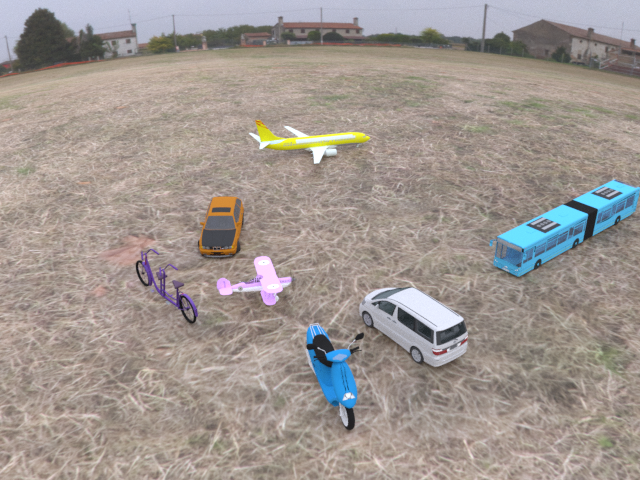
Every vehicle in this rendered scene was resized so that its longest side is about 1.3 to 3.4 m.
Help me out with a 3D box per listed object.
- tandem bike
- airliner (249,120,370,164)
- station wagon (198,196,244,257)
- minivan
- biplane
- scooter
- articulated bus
[{"bbox_3d":[-2.132,0.582,9.566,0.283,0.682,1.642,-22,36,-35],"label":"tandem bike"},{"bbox_3d":[-0.136,-2.208,14.552,2.541,0.835,2.257,-9,30,-16],"label":"airliner"},{"bbox_3d":[-1.588,-0.265,11.348,0.682,0.473,1.597,-1,28,-1],"label":"station wagon"},{"bbox_3d":[1.150,0.984,8.894,0.681,0.616,1.548,-19,34,-31],"label":"minivan"},{"bbox_3d":[-0.879,0.609,9.702,1.090,0.504,1.336,-6,29,-11],"label":"biplane"},{"bbox_3d":[0.118,1.383,7.840,0.662,0.919,1.399,-9,30,-17],"label":"scooter"},{"bbox_3d":[4.020,-0.254,11.235,3.401,0.561,0.605,-22,35,-34],"label":"articulated bus"}]
